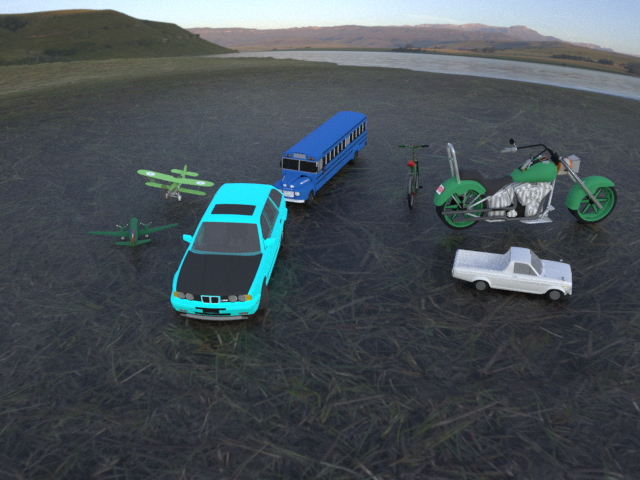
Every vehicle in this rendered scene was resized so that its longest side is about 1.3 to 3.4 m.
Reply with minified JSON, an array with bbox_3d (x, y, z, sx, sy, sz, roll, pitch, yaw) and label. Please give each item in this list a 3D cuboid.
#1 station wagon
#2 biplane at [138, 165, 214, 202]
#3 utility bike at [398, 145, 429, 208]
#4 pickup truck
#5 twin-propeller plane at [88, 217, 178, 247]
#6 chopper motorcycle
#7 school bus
[{"bbox_3d":[-1.206,0.008,9.860,1.327,0.920,3.105,2,26,4],"label":"station wagon"},{"bbox_3d":[-2.497,-1.024,12.409,1.336,0.504,1.090,3,27,5],"label":"biplane"},{"bbox_3d":[1.584,-1.166,12.198,0.535,0.946,1.435,6,27,12],"label":"utility bike"},{"bbox_3d":[2.618,0.397,9.538,1.603,0.511,0.640,7,27,14],"label":"pickup truck"},{"bbox_3d":[-2.875,-0.169,10.795,1.370,0.407,1.095,-6,27,-12],"label":"twin-propeller plane"},{"bbox_3d":[3.286,-0.881,11.023,3.040,1.480,0.906,-4,27,-9],"label":"chopper motorcycle"},{"bbox_3d":[0.052,-1.585,13.156,0.709,0.844,3.322,10,28,19],"label":"school bus"}]
